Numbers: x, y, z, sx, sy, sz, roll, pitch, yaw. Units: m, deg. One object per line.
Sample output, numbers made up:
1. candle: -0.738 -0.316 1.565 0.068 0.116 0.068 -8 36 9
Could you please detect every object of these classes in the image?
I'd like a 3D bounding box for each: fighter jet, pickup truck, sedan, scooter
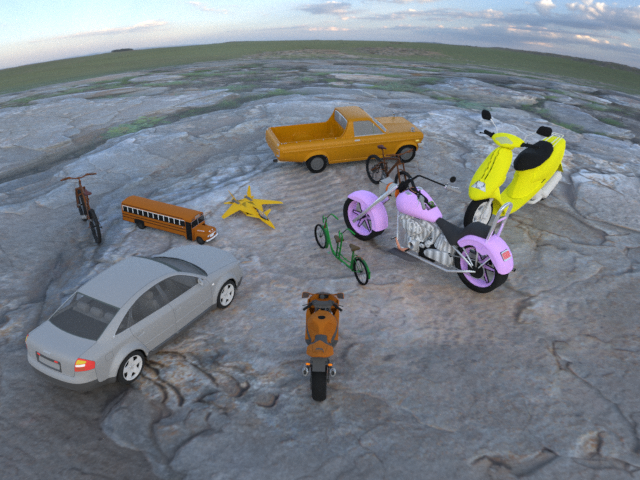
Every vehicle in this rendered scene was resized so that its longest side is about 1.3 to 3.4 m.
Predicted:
1. fighter jet: -1.091 -0.534 11.875 1.147 0.286 1.358 -16 32 -28
2. pickup truck: 0.501 -2.094 14.030 3.117 0.993 1.244 -8 29 -14
3. sedan: -2.195 0.735 8.826 1.235 0.940 3.137 16 32 27
4. scooter: 3.292 -1.222 11.571 2.721 1.786 1.288 -24 36 -37

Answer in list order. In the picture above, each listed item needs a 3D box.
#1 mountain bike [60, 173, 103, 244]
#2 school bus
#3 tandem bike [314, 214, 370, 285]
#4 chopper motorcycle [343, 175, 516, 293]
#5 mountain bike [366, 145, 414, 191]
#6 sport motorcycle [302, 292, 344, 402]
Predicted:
1. mountain bike: -3.758 -0.540 11.272 0.573 0.868 1.469 -15 32 -26
2. school bus: -2.441 -0.335 11.350 1.708 0.434 0.365 14 31 24
3. tandem bike: 0.303 0.083 10.311 0.283 0.682 1.642 -14 31 -24
4. chopper motorcycle: 1.484 -0.300 10.181 0.906 1.480 3.040 -23 36 -37
5. mountain bike: 1.258 -1.264 12.618 0.573 0.868 1.469 -16 32 -27
6. sport motorcycle: 0.018 1.169 8.144 0.506 0.821 1.520 1 28 2
